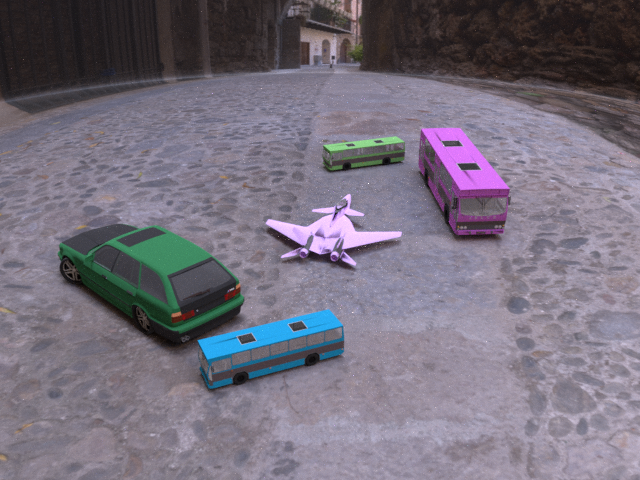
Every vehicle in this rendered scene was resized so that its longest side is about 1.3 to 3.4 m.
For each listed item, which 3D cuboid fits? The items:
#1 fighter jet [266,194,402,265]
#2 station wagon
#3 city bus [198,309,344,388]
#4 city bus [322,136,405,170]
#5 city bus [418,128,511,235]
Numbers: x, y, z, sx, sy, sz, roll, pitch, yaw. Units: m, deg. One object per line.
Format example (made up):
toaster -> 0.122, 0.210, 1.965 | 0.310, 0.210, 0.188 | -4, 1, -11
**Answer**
fighter jet -> 0.253, -0.410, 11.488 | 2.229, 0.557, 2.640 | 6, 27, 11
station wagon -> -2.426, 0.333, 9.562 | 3.105, 0.920, 1.327 | 23, 34, 39
city bus -> -0.555, 1.272, 8.173 | 1.674, 0.460, 0.476 | -11, 28, -21
city bus -> 0.900, -1.760, 14.346 | 1.674, 0.460, 0.476 | -9, 28, -19
city bus -> 2.465, -1.096, 12.500 | 0.926, 0.894, 3.255 | -2, 26, -3
